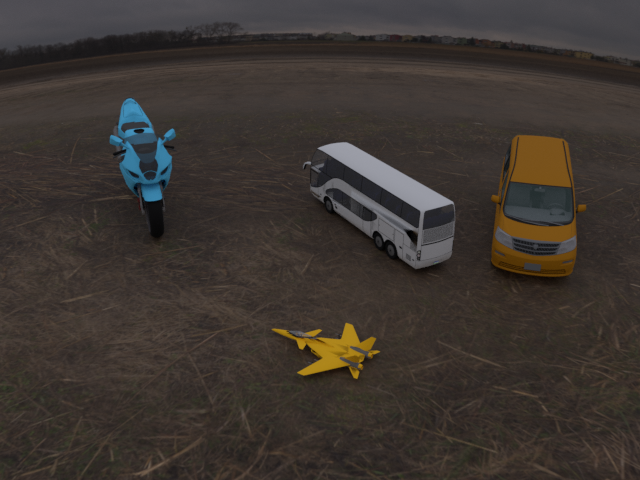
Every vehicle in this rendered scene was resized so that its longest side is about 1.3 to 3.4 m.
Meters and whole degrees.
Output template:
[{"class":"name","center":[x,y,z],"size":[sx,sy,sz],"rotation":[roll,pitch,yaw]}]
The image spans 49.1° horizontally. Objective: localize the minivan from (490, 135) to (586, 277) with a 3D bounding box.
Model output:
[{"class":"minivan","center":[3.299,-0.588,10.711],"size":[1.324,1.197,3.011],"rotation":[7,29,13]}]

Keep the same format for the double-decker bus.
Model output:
[{"class":"double-decker bus","center":[0.843,-0.652,10.986],"size":[0.756,1.052,3.251],"rotation":[-15,32,-26]}]

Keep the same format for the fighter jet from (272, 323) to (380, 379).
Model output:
[{"class":"fighter jet","center":[-0.016,1.193,8.338],"size":[1.358,0.286,1.147],"rotation":[16,32,27]}]

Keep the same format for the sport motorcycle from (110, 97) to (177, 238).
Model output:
[{"class":"sport motorcycle","center":[-2.919,-1.256,11.541],"size":[0.983,1.596,2.955],"rotation":[-9,29,-17]}]
